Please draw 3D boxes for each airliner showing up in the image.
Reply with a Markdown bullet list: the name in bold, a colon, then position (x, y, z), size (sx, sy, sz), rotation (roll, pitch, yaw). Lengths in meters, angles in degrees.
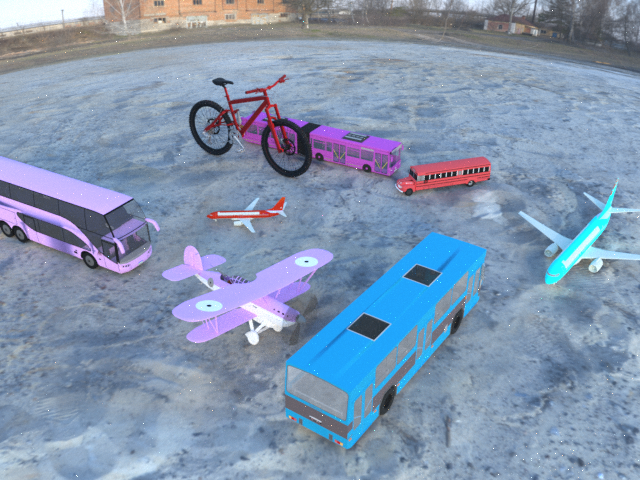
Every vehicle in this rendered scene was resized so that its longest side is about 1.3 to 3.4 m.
- **airliner**: position (-1.182, -0.494, 11.265), size (1.307, 0.429, 1.161), rotation (-1, 31, -1)
- **airliner**: position (3.877, -0.126, 10.252), size (2.257, 0.835, 2.541), rotation (22, 37, 32)

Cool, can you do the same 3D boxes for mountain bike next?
- **mountain bike**: position (-1.343, -2.145, 12.801), size (2.857, 1.688, 1.114), rotation (19, 36, 29)

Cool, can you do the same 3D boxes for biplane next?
- **biplane**: position (-0.969, 0.636, 8.834), size (2.120, 0.981, 2.598), rotation (22, 37, 33)

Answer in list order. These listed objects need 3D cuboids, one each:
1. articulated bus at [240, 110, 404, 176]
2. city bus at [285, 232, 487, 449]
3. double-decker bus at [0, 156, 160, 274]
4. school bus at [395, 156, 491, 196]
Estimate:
- **articulated bus**: position (-0.035, -1.893, 13.479), size (3.401, 0.561, 0.605), rotation (17, 35, 26)
- **city bus**: position (0.889, 1.053, 8.221), size (0.926, 0.894, 3.255), rotation (20, 36, 30)
- **double-decker bus**: position (-3.891, -0.394, 10.489), size (3.251, 1.052, 0.756), rotation (17, 35, 26)
- **school bus**: position (2.165, -1.135, 12.333), size (1.708, 0.434, 0.365), rotation (-9, 32, -15)
